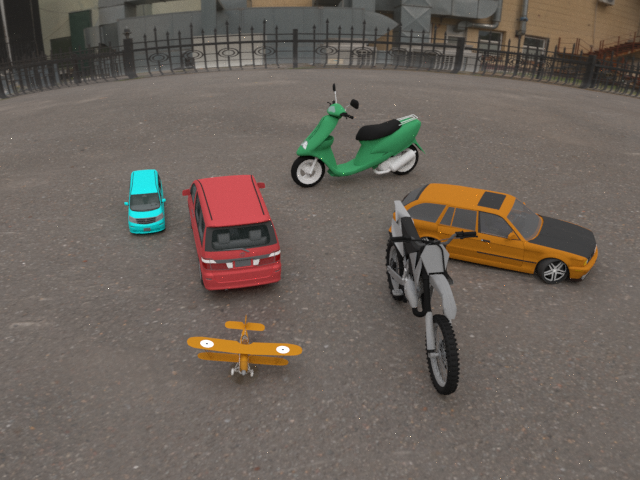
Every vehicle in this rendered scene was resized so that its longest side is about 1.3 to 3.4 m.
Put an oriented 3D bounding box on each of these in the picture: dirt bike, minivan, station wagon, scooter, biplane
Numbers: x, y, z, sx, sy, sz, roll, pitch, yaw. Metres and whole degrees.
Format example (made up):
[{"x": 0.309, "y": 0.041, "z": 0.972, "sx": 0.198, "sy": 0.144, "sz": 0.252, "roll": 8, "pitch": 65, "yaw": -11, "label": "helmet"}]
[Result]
[{"x": 1.249, "y": 0.516, "z": 8.659, "sx": 1.024, "sy": 1.666, "sz": 2.903, "roll": -4, "pitch": 28, "yaw": -7, "label": "dirt bike"}, {"x": -2.990, "y": -0.666, "z": 12.033, "sx": 0.681, "sy": 0.616, "sz": 1.548, "roll": -6, "pitch": 28, "yaw": -11, "label": "minivan"}, {"x": 2.676, "y": -0.196, "z": 10.812, "sx": 3.105, "sy": 0.920, "sz": 1.327, "roll": 12, "pitch": 30, "yaw": 21, "label": "station wagon"}, {"x": 0.748, "y": -1.955, "z": 13.222, "sx": 2.721, "sy": 1.786, "sz": 1.288, "roll": -9, "pitch": 29, "yaw": -16, "label": "scooter"}, {"x": -1.398, "y": -0.348, "z": 10.803, "sx": 1.324, "sy": 1.197, "sz": 3.011, "roll": -6, "pitch": 28, "yaw": -12, "label": "minivan"}, {"x": -0.889, "y": 1.295, "z": 8.428, "sx": 1.336, "sy": 0.504, "sz": 1.090, "roll": -2, "pitch": 28, "yaw": -4, "label": "biplane"}]
